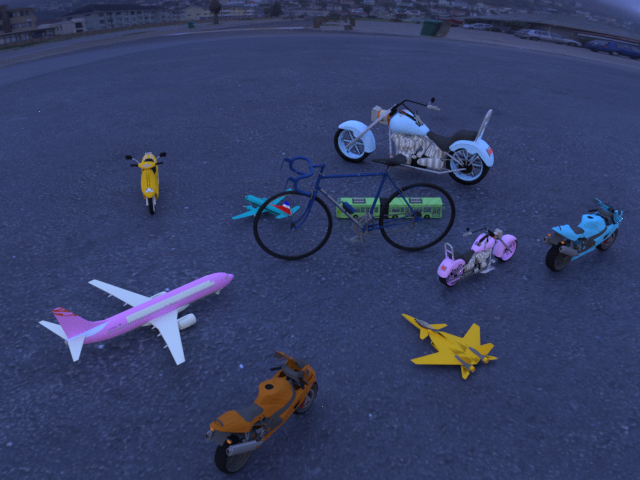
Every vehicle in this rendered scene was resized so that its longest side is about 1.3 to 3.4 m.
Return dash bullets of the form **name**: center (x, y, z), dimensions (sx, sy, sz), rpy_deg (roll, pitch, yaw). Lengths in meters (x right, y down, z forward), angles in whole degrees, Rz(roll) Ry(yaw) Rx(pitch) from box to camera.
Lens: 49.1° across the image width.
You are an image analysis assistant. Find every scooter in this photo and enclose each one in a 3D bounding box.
- **scooter**: center (-2.894, -1.106, 11.863), dimensions (0.662, 0.919, 1.399), rpy_deg (-6, 32, -10)

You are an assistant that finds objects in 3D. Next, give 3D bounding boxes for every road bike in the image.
- **road bike**: center (0.525, -0.477, 10.118), dimensions (3.004, 1.656, 0.696), rpy_deg (-4, 31, -7)

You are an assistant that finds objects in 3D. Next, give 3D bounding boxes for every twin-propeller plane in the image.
- **twin-propeller plane**: center (-0.873, -0.599, 11.520), dimensions (1.095, 0.407, 1.370), rpy_deg (24, 39, 34)

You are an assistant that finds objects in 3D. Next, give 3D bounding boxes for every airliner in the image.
- **airliner**: center (-2.151, 0.736, 8.910), dimensions (2.541, 0.835, 2.257), rpy_deg (-25, 39, -35)

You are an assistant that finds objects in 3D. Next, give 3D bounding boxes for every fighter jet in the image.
- **fighter jet**: center (1.501, 1.174, 8.718), dimensions (1.147, 0.286, 1.358), rpy_deg (-22, 38, -32)

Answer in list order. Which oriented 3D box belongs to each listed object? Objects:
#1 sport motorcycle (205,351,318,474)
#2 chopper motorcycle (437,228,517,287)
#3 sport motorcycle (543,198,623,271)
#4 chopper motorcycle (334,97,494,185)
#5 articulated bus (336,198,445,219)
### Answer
- **sport motorcycle**: center (-0.535, 1.761, 7.236), dimensions (0.506, 0.821, 1.520), rpy_deg (24, 38, 33)
- **chopper motorcycle**: center (2.277, 0.153, 9.941), dimensions (1.563, 0.761, 0.466), rpy_deg (-22, 37, -31)
- **sport motorcycle**: center (3.869, -0.057, 10.230), dimensions (1.520, 0.821, 0.506), rpy_deg (-18, 36, -27)
- **chopper motorcycle**: center (1.648, -1.876, 12.590), dimensions (3.040, 1.480, 0.906), rpy_deg (16, 35, 24)
- **articulated bus**: center (1.147, -0.526, 11.515), dimensions (1.749, 0.289, 0.311), rpy_deg (0, 31, 0)
